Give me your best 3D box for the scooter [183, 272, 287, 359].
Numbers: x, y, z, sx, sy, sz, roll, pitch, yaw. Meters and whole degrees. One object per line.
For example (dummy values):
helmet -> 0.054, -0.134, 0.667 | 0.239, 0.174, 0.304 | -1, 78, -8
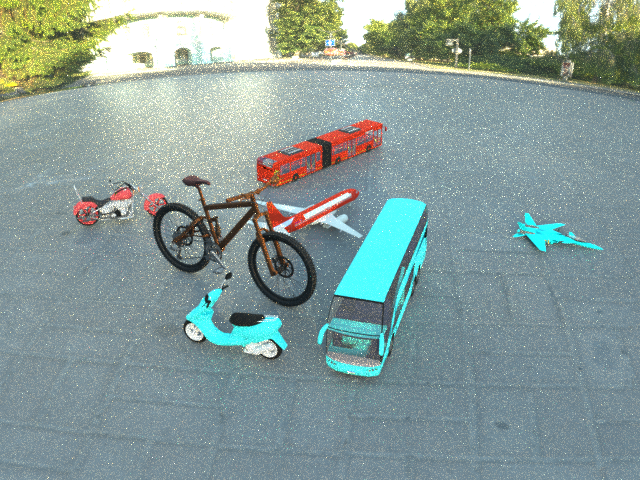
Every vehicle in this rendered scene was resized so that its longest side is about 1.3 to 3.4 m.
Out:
scooter -> -1.059, 0.956, 8.464 | 1.399, 0.919, 0.662 | 10, 28, 18

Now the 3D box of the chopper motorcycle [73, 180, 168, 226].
chopper motorcycle -> -3.381, -0.670, 11.867 | 1.563, 0.761, 0.466 | -11, 29, -21

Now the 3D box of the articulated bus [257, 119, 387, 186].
articulated bus -> 0.097, -1.828, 14.387 | 0.605, 0.561, 3.401 | 22, 34, 37

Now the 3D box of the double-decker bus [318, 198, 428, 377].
double-decker bus -> 0.817, 0.527, 9.168 | 0.756, 1.052, 3.251 | 8, 28, 16

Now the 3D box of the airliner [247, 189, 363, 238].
airliner -> -0.072, -0.627, 11.699 | 2.257, 0.835, 2.541 | 19, 32, 33

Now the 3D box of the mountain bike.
mountain bike -> -1.271, -0.081, 9.669 | 2.857, 1.688, 1.114 | 16, 31, 28

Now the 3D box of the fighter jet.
fighter jet -> 3.861, -0.090, 11.244 | 1.358, 0.286, 1.147 | 16, 31, 28
